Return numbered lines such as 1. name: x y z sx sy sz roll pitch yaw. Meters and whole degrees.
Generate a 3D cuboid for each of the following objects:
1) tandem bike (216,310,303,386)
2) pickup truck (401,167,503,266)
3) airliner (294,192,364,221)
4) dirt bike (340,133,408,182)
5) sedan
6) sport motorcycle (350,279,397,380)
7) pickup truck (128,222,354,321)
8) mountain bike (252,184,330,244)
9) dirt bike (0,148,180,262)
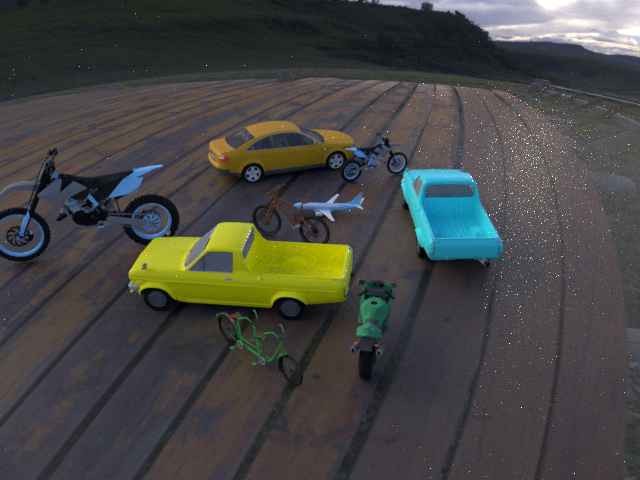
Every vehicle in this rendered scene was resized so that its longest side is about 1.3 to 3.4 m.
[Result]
1. tandem bike: -0.772 1.209 8.564 0.283 0.682 1.642 -24 36 -38
2. pickup truck: 2.113 -0.549 11.649 1.244 0.993 3.117 -1 27 -1
3. airliner: 0.137 -0.682 12.524 1.307 0.429 1.161 2 27 5
4. dirt bike: 1.087 -1.634 13.911 1.493 0.857 0.527 -11 29 -20
5. sedan: -0.723 -1.932 14.401 3.137 0.940 1.235 -11 29 -20
6. sport motorcycle: 0.659 1.057 8.709 0.506 0.821 1.520 5 28 10
7. pickup truck: -1.088 0.353 9.891 3.117 0.993 1.244 3 27 6
8. mountain bike: -0.490 -0.376 11.447 1.469 0.868 0.573 14 30 25
9. dirt bike: -3.679 -0.524 10.862 2.903 1.666 1.024 -8 28 -14
